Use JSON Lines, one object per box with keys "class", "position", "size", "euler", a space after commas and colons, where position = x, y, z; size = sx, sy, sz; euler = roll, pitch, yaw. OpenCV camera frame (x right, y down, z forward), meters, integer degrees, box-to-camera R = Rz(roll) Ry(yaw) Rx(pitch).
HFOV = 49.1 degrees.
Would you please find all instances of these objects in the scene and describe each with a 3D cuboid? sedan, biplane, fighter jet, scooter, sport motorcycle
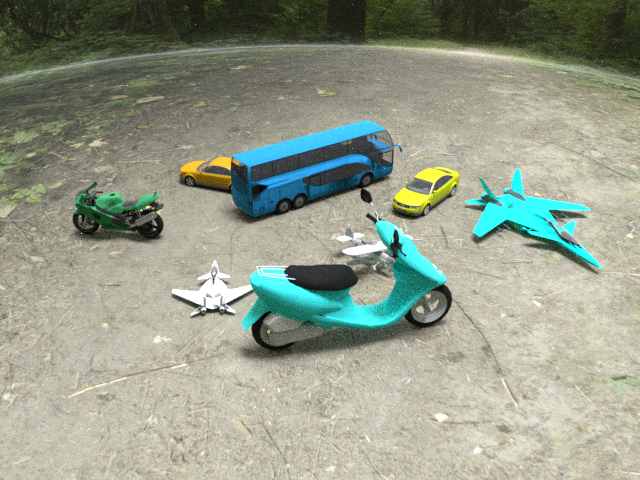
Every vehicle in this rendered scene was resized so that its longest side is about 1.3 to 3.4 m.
{"class": "sedan", "position": [1.855, -0.904, 12.176], "size": [0.635, 0.483, 1.613], "euler": [21, 36, 32]}
{"class": "biplane", "position": [0.752, 0.127, 10.361], "size": [1.336, 0.504, 1.090], "euler": [-22, 37, -34]}
{"class": "sedan", "position": [-1.821, -1.234, 12.750], "size": [1.613, 0.483, 0.635], "euler": [11, 32, 19]}
{"class": "fighter jet", "position": [3.549, -0.340, 11.121], "size": [2.229, 0.557, 2.640], "euler": [-12, 32, -20]}
{"class": "scooter", "position": [0.386, 0.463, 8.492], "size": [2.721, 1.786, 1.288], "euler": [-7, 31, -12]}
{"class": "fighter jet", "position": [-1.492, 0.565, 9.819], "size": [1.147, 0.286, 1.358], "euler": [-3, 30, -5]}
{"class": "sport motorcycle", "position": [-3.195, -0.436, 11.024], "size": [1.520, 0.821, 0.506], "euler": [3, 30, 6]}

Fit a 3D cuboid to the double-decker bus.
{"class": "double-decker bus", "position": [-0.023, -1.303, 12.299], "size": [3.251, 1.052, 0.756], "euler": [-20, 35, -30]}
